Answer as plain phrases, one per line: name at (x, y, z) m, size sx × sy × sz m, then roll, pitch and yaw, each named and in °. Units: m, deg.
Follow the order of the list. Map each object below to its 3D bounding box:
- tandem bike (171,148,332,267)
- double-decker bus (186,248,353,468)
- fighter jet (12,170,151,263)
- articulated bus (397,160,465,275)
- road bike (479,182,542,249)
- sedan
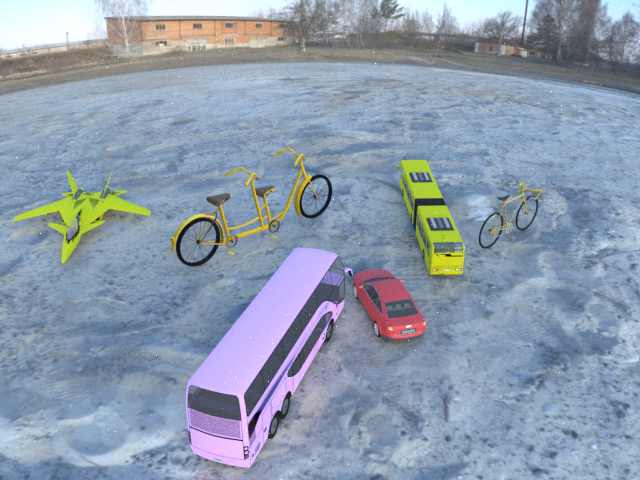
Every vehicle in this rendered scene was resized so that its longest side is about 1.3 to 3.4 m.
tandem bike at (-0.966, -0.579, 10.905) m, size 3.192 × 1.326 × 0.550 m, roll -24°, pitch 36°, yaw -37°
double-decker bus at (-0.463, 1.126, 7.990) m, size 0.756 × 1.052 × 3.251 m, roll 9°, pitch 29°, yaw 17°
fighter jet at (-3.937, -0.422, 11.430) m, size 2.229 × 0.557 × 2.640 m, roll -3°, pitch 28°, yaw -5°
articulated bus at (1.775, -0.477, 11.529) m, size 0.605 × 0.561 × 3.401 m, roll -1°, pitch 28°, yaw -2°
road bike at (3.015, -0.401, 11.075) m, size 1.545 × 0.852 × 0.358 m, roll -22°, pitch 35°, yaw -35°
sedan at (0.888, 0.771, 9.264) m, size 0.635 × 0.483 × 1.613 m, roll -7°, pitch 29°, yaw -13°
